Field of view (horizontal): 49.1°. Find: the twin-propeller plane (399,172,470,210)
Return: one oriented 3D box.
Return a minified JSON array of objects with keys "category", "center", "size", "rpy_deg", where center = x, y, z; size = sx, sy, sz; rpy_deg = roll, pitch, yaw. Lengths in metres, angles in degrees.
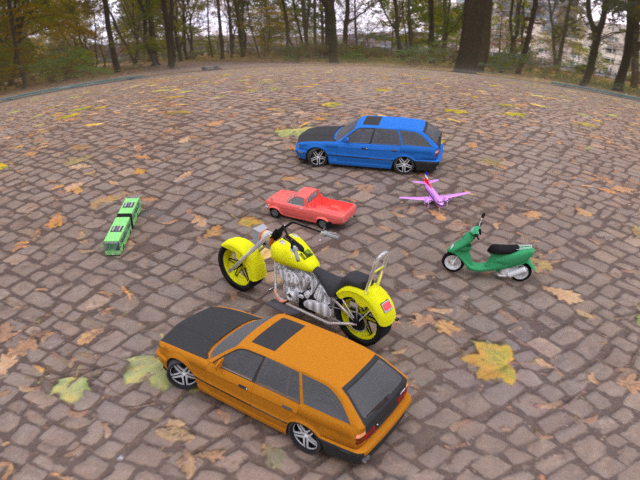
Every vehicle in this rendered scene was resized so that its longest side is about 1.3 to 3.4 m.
[{"category":"twin-propeller plane","center":[2.115,-0.908,13.062],"size":[1.370,0.407,1.095],"rpy_deg":[-5,28,-9]}]

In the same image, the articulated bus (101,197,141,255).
[{"category":"articulated bus","center":[-3.363,-0.263,11.975],"size":[0.311,0.289,1.749],"rpy_deg":[-1,28,-2]}]

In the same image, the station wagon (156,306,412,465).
[{"category":"station wagon","center":[-0.519,1.428,8.123],"size":[3.105,0.920,1.327],"rpy_deg":[18,33,30]}]

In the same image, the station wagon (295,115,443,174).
[{"category":"station wagon","center":[1.027,-2.093,14.744],"size":[3.105,0.920,1.327],"rpy_deg":[6,29,11]}]

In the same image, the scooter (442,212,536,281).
[{"category":"scooter","center":[2.558,0.146,10.536],"size":[1.399,0.919,0.662],"rpy_deg":[8,29,14]}]

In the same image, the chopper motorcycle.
[{"category":"chopper motorcycle","center":[-0.278,0.386,9.487],"size":[3.040,1.480,0.906],"rpy_deg":[21,35,34]}]

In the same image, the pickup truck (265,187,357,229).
[{"category":"pickup truck","center":[-0.170,-0.619,12.408],"size":[1.603,0.511,0.640],"rpy_deg":[14,31,24]}]
